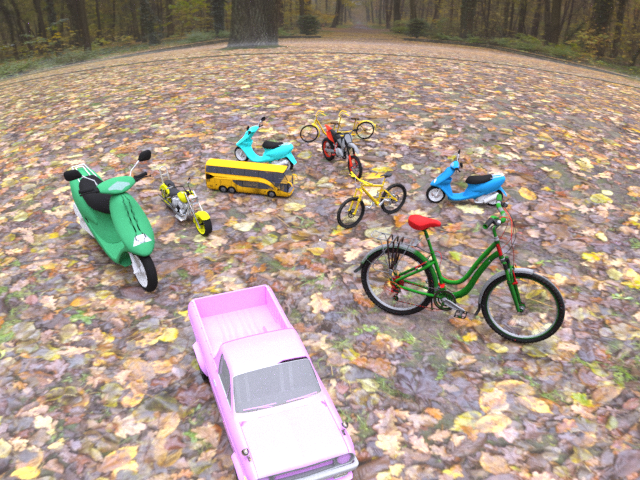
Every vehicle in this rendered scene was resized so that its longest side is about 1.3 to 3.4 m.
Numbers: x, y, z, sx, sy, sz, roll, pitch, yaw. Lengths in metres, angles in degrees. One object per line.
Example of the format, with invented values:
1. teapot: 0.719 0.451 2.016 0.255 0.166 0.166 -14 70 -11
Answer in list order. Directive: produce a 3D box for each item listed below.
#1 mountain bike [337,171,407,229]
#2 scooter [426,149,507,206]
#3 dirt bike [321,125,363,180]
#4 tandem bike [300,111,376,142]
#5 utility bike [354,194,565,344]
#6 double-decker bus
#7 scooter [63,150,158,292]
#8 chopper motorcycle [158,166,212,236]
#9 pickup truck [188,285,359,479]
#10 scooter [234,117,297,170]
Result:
1. mountain bike: 0.888 -0.715 11.744 1.469 0.868 0.573 -19 36 -29
2. scooter: 2.579 -1.035 12.235 1.399 0.919 0.662 3 31 5
3. dirt bike: 0.424 -1.763 13.525 0.527 0.857 1.493 -16 34 -24
4. tandem bike: 0.386 -2.414 14.795 1.642 0.682 0.283 -5 31 -8
5. utility bike: 1.798 0.304 9.069 2.791 1.839 1.039 12 33 19
6. double-decker bus: -1.261 -1.126 12.759 1.672 0.541 0.389 7 31 11
7. scooter: -3.139 -0.474 10.435 1.288 1.786 2.721 -21 37 -31
8. chopper motorcycle: -2.280 -0.665 11.764 0.466 0.761 1.563 -22 37 -32
9. pickup truck: -0.654 1.497 7.885 1.244 0.993 3.117 -11 32 -17
10. scooter: -1.086 -1.840 13.593 1.399 0.919 0.662 15 34 23
